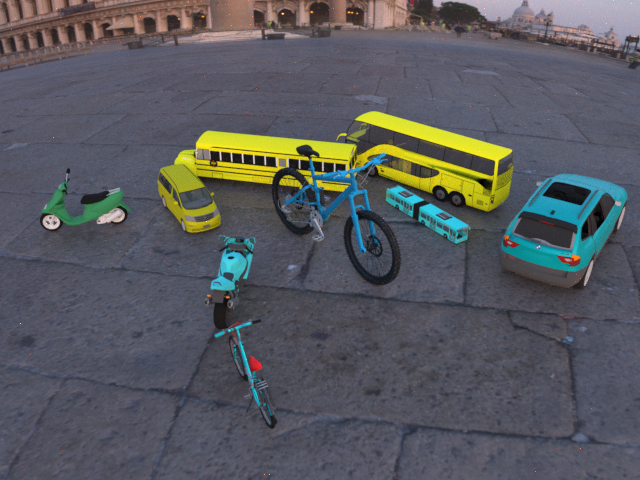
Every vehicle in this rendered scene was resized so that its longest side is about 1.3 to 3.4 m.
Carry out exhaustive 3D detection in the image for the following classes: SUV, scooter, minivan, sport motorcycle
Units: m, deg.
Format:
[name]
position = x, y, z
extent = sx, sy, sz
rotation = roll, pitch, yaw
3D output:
[SUV]
position = 3.699, -0.363, 10.425
extent = 1.276, 1.128, 3.058
rotation = 19, 35, 28
[scooter]
position = -3.740, -0.609, 11.045
extent = 1.399, 0.919, 0.662
rotation = -7, 31, -11
[minivan]
position = -2.163, -0.694, 11.484
extent = 0.681, 0.616, 1.548
rotation = -16, 34, -25
[sport motorcycle]
position = -1.167, 0.507, 9.264
extent = 0.506, 0.821, 1.520
rotation = 4, 31, 7

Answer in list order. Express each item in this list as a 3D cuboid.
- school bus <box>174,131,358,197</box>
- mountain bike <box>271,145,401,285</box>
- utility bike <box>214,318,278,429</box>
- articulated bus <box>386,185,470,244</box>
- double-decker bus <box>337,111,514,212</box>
[school bus]
position = -1.015, -1.381, 12.414
extent = 3.322, 0.844, 0.709
rotation = 7, 31, 12
[mountain bike]
position = 0.149, -0.499, 10.108
extent = 1.114, 1.688, 2.857
rotation = -22, 37, -33
[utility bike]
position = -0.809, 1.405, 7.634
extent = 0.535, 0.946, 1.435
rotation = -13, 33, -21
[articulated bus]
position = 1.715, -0.437, 11.371
extent = 0.311, 0.289, 1.749
rotation = -19, 36, -29
[double-decker bus]
position = 1.785, -1.449, 12.326
extent = 3.251, 1.052, 0.756
rotation = 23, 38, 34
